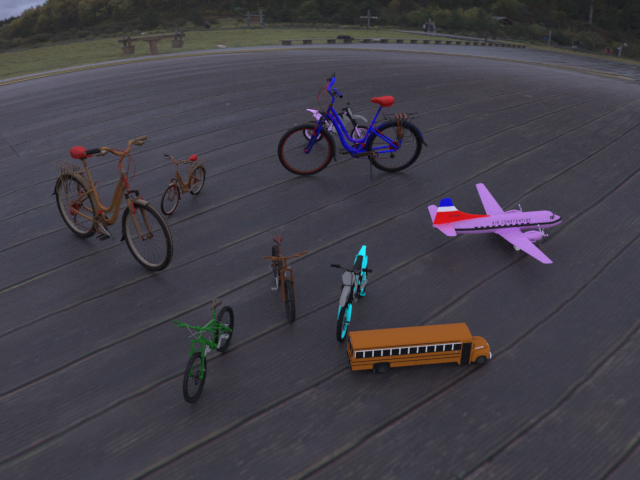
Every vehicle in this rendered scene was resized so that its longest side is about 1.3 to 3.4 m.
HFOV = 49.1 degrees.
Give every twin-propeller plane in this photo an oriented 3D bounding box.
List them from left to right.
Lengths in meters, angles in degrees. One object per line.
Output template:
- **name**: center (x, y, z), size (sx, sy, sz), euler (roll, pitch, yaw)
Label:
- **twin-propeller plane**: center (2.765, -0.354, 10.788), size (2.129, 0.792, 2.663), euler (-5, 30, -9)

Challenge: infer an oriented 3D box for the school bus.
- **school bus**: center (1.185, 1.266, 8.281), size (1.708, 0.434, 0.365), euler (-4, 30, -6)

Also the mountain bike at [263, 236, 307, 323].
- **mountain bike**: center (-0.499, 0.434, 9.314), size (0.573, 0.868, 1.469), euler (-6, 30, -11)

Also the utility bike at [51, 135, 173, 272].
- **utility bike**: center (-3.087, -0.686, 10.311), size (2.791, 1.839, 1.039), euler (21, 35, 32)

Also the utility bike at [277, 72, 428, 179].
- **utility bike**: center (0.625, -1.972, 12.588), size (2.791, 1.839, 1.039), euler (-3, 30, -5)

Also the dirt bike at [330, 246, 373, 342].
- **dirt bike**: center (0.432, 0.624, 8.988), size (0.527, 0.857, 1.493), euler (8, 30, 14)

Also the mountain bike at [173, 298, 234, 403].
- **mountain bike**: center (-1.271, 1.162, 8.024), size (0.573, 0.868, 1.469), euler (7, 30, 12)

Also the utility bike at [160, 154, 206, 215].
- **utility bike**: center (-2.258, -1.035, 11.838), size (0.535, 0.946, 1.435), euler (11, 31, 19)

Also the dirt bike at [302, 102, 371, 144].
- **dirt bike**: center (0.359, -2.334, 14.228), size (1.493, 0.857, 0.527), euler (8, 30, 14)
